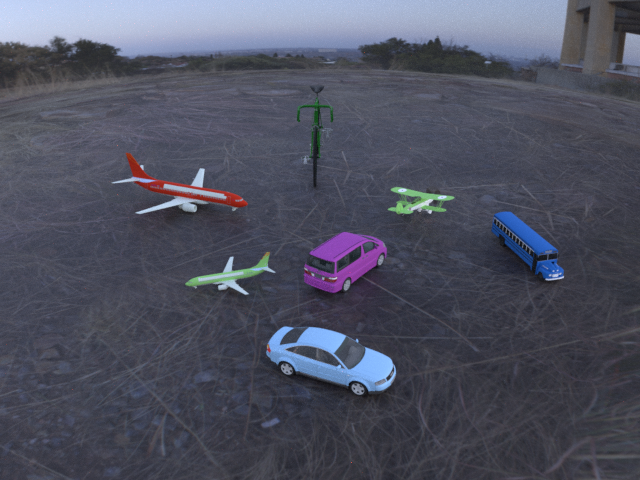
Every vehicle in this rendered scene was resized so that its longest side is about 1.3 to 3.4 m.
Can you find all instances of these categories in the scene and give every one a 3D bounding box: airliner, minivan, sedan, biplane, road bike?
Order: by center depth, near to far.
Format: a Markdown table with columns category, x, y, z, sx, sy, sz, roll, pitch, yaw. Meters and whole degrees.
| category | x | y | z | sx | sy | sz | roll | pitch | yaw |
| --- | --- | --- | --- | --- | --- | --- | --- | --- | --- |
| sedan | 0.130 | 1.397 | 8.463 | 1.613 | 0.483 | 0.635 | 12 | 29 | 22 |
| airliner | -1.348 | 0.453 | 10.359 | 1.307 | 0.429 | 1.161 | -8 | 28 | -15 |
| minivan | 0.419 | 0.242 | 10.566 | 0.681 | 0.616 | 1.548 | 18 | 32 | 32 |
| biplane | 1.689 | -0.645 | 12.416 | 1.090 | 0.504 | 1.336 | -24 | 36 | -39 |
| airliner | -2.484 | -1.058 | 12.858 | 2.541 | 0.835 | 2.257 | 10 | 29 | 19 |
| road bike | -0.072 | -2.245 | 14.270 | 0.696 | 1.656 | 3.004 | 1 | 27 | 1 |

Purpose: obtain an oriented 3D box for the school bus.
| category | x | y | z | sx | sy | sz | roll | pitch | yaw |
| --- | --- | --- | --- | --- | --- | --- | --- | --- | --- |
| school bus | 3.275 | 0.090 | 11.062 | 0.365 | 0.434 | 1.708 | -7 | 28 | -14 |
